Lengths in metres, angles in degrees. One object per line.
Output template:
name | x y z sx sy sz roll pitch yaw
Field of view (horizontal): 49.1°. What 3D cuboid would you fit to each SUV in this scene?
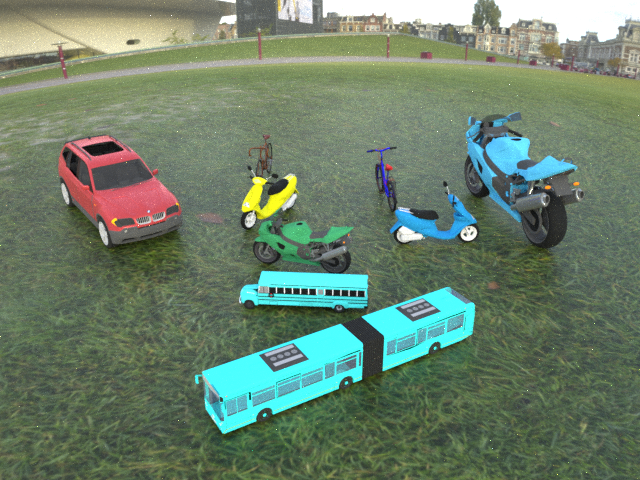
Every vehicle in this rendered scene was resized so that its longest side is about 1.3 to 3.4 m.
SUV | -3.398 -0.910 11.597 1.276 1.128 3.058 -18 32 -31

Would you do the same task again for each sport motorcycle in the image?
sport motorcycle | 3.133 -1.049 11.354 0.983 1.596 2.955 -8 28 -15
sport motorcycle | -0.258 0.047 10.058 1.520 0.821 0.506 8 28 15

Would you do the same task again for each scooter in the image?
scooter | 1.785 -0.361 10.751 1.399 0.919 0.662 -1 27 -3
scooter | -0.828 -0.779 11.571 0.662 0.919 1.399 20 33 33

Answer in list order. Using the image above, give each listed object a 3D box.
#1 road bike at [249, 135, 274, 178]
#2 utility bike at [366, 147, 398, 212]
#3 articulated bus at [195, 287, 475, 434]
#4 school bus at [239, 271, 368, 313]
road bike | -1.041 -1.485 13.031 0.358 0.852 1.545 3 27 6
utility bike | 1.098 -1.102 12.176 0.535 0.946 1.435 -4 27 -8
articulated bus | 0.306 1.280 7.924 3.401 0.561 0.605 -15 31 -27
school bus | -0.215 0.674 9.254 1.708 0.434 0.365 2 27 4
